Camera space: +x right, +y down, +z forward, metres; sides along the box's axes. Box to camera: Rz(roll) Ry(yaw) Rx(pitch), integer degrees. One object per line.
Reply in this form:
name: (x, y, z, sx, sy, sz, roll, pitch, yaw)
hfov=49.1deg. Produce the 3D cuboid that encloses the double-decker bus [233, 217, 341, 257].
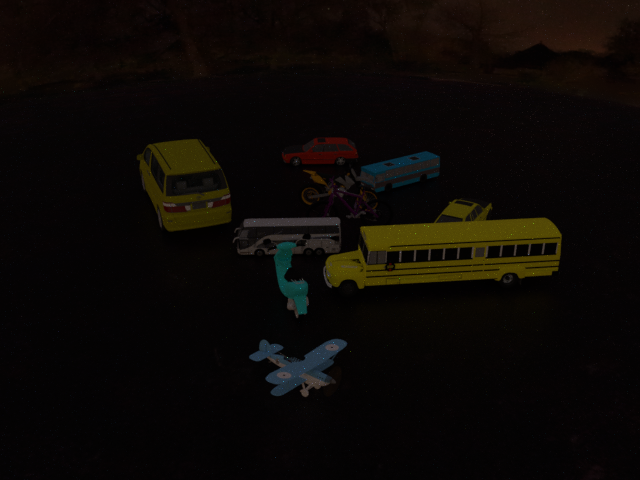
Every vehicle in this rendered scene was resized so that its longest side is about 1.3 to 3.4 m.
double-decker bus: (-0.505, -0.052, 10.907, 1.672, 0.541, 0.389, -1, 26, -2)

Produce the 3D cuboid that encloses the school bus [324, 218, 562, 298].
school bus: (1.714, 0.218, 9.999, 3.322, 0.844, 0.709, -3, 26, -6)

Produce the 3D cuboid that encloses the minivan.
minivan: (-2.462, -1.138, 12.400, 1.324, 1.197, 3.011, -10, 27, -19)

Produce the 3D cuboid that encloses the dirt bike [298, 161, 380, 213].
dirt bike: (0.337, -0.915, 12.329, 1.493, 0.857, 0.527, 6, 26, 13)

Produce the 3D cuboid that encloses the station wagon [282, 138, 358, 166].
station wagon: (-0.005, -1.884, 14.774, 1.597, 0.473, 0.682, -1, 26, -2)

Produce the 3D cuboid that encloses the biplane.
biplane: (-0.257, 1.418, 7.905, 1.090, 0.504, 1.336, 18, 31, 32)

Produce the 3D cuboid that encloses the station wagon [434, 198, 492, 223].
station wagon: (2.407, -0.415, 11.735, 0.682, 0.473, 1.597, 14, 29, 26)

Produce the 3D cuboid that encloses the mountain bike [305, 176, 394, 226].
mountain bike: (0.491, -0.551, 11.563, 1.469, 0.868, 0.573, -1, 26, -3)

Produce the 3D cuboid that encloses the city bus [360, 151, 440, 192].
city bus: (1.568, -1.308, 13.598, 1.674, 0.460, 0.476, -16, 30, -30)

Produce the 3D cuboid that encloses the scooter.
scooter: (-0.401, 0.435, 9.464, 0.662, 0.919, 1.399, -7, 27, -14)
